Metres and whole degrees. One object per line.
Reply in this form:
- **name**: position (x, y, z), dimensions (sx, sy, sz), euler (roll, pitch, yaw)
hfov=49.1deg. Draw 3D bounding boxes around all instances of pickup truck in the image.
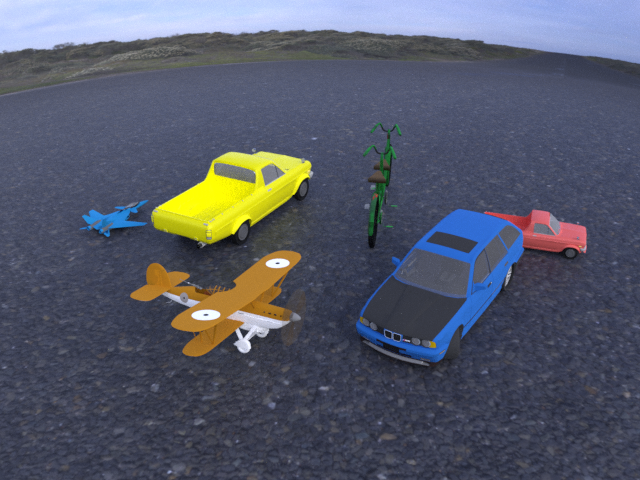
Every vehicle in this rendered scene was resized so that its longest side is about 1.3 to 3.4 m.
- **pickup truck**: position (-1.318, -0.819, 11.367), dimensions (1.244, 0.993, 3.117), euler (14, 31, 25)
- **pickup truck**: position (3.229, -0.155, 10.622), dimensions (1.603, 0.511, 0.640), euler (9, 29, 16)

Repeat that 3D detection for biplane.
- **biplane**: position (-1.181, 0.725, 8.447), dimensions (2.120, 0.981, 2.598), euler (11, 30, 20)

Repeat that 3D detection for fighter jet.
- **fighter jet**: position (-3.256, -0.477, 11.475), dimensions (1.147, 0.286, 1.358), euler (13, 30, 23)

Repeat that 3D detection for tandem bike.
- **tandem bike**: position (1.005, -1.026, 11.401), dimensions (0.550, 1.326, 3.192), euler (5, 28, 9)

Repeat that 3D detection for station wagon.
- **station wagon**: position (1.638, 0.445, 9.043), dimensions (1.327, 0.920, 3.105), euler (17, 32, 29)
